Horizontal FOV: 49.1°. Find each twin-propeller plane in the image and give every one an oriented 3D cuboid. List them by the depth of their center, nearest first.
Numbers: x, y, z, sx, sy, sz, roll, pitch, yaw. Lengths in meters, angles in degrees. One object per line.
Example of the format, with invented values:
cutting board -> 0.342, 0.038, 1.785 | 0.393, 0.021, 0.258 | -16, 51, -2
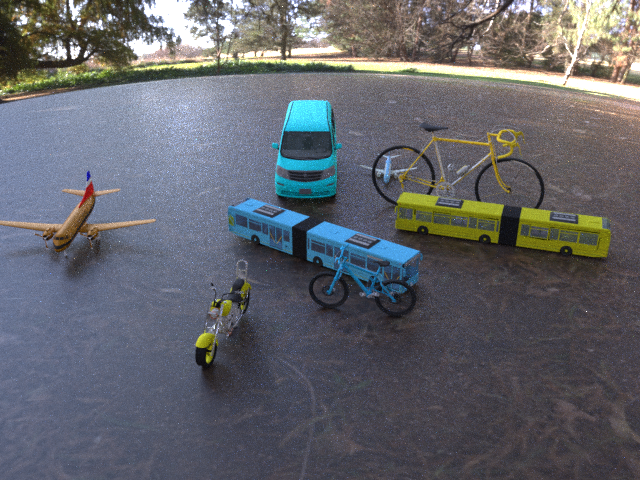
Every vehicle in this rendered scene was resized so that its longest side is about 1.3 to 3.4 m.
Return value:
twin-propeller plane -> -4.004, -0.439, 11.501 | 2.663, 0.792, 2.129 | 0, 27, -1

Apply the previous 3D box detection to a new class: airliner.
airliner -> 1.367, -1.511, 14.056 | 1.161, 0.429, 1.307 | 3, 27, 7

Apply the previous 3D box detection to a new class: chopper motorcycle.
chopper motorcycle -> -1.213, 0.905, 8.838 | 0.466, 0.761, 1.563 | 7, 27, 13

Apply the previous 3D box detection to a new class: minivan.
minivan -> -0.235, -1.825, 13.827 | 1.324, 1.197, 3.011 | 1, 27, 1

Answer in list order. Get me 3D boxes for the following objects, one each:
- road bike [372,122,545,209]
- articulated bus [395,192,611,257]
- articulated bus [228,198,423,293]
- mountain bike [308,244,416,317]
road bike -> 2.348, -1.212, 12.081 | 3.004, 1.656, 0.697 | 9, 28, 18
articulated bus -> 2.900, -0.265, 11.409 | 3.401, 0.561, 0.605 | 9, 28, 17
articulated bus -> -0.024, 0.029, 10.819 | 3.401, 0.561, 0.605 | 18, 32, 32
mountain bike -> 0.560, 0.585, 9.360 | 1.469, 0.868, 0.573 | 6, 27, 12
